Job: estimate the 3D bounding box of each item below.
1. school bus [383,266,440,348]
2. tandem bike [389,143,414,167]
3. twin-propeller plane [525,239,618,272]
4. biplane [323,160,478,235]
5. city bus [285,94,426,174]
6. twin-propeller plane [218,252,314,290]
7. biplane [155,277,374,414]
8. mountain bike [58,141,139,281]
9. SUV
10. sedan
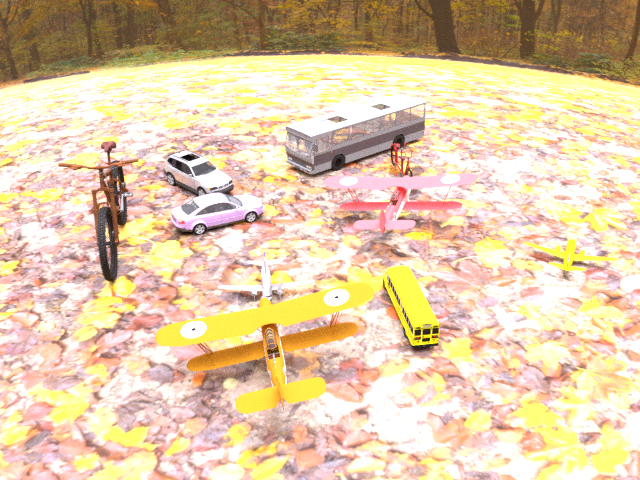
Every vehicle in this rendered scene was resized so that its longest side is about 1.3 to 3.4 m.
[{"bbox_3d":[1.199,0.828,9.503,0.365,0.434,1.708,-4,29,-8],"label":"school bus"},{"bbox_3d":[1.581,-1.547,13.546,0.283,0.682,1.642,-4,29,-8],"label":"tandem bike"},{"bbox_3d":[3.818,0.186,10.694,1.370,0.407,1.095,11,31,19],"label":"twin-propeller plane"},{"bbox_3d":[1.205,-0.612,11.545,2.598,0.981,2.120,9,30,15],"label":"biplane"},{"bbox_3d":[0.794,-2.202,14.511,3.255,0.894,0.926,-22,36,-35],"label":"city bus"},{"bbox_3d":[-0.772,0.553,10.028,1.370,0.407,1.095,-3,29,-6],"label":"twin-propeller plane"},{"bbox_3d":[-0.592,1.264,8.149,2.598,0.981,2.120,-5,29,-8],"label":"biplane"},{"bbox_3d":[-3.243,-0.630,10.846,1.114,1.688,2.857,-4,29,-8],"label":"mountain bike"},{"bbox_3d":[-2.291,-1.243,13.101,1.572,0.580,0.656,25,38,37],"label":"SUV"},{"bbox_3d":[-1.725,-0.524,11.899,1.613,0.483,0.635,-14,32,-24],"label":"sedan"}]
